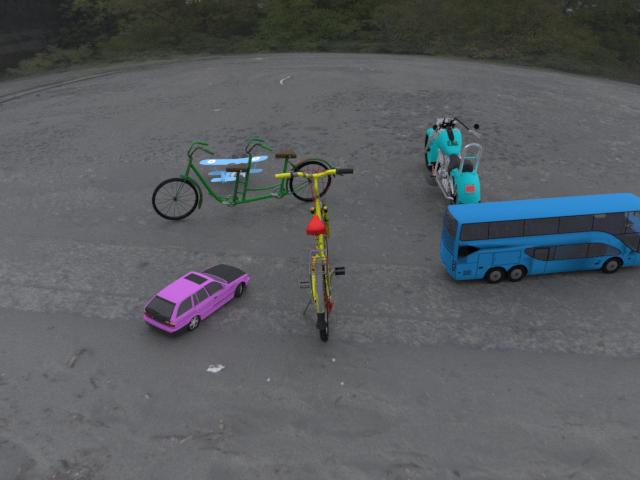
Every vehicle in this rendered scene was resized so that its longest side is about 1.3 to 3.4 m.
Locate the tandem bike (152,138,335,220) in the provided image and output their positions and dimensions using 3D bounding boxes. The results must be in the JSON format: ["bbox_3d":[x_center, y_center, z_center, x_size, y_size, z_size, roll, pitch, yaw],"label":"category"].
[{"bbox_3d":[-1.246,-1.090,11.806,3.192,1.326,0.550,-9,30,-16],"label":"tandem bike"}]

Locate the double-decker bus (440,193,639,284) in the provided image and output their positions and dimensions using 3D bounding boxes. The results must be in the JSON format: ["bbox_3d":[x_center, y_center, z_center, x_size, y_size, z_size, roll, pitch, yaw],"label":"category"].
[{"bbox_3d":[3.396,-0.051,10.224,3.251,1.052,0.756,-4,29,-8],"label":"double-decker bus"}]

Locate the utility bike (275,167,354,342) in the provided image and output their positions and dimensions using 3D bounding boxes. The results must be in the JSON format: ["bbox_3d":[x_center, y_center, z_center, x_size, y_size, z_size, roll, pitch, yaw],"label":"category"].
[{"bbox_3d":[-0.075,0.037,9.259,1.039,1.839,2.791,0,29,0],"label":"utility bike"}]

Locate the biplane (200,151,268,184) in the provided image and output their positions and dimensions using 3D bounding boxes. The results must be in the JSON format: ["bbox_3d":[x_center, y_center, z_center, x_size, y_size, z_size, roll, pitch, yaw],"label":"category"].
[{"bbox_3d":[-1.655,-1.291,13.009,1.336,0.504,1.090,6,30,11],"label":"biplane"}]

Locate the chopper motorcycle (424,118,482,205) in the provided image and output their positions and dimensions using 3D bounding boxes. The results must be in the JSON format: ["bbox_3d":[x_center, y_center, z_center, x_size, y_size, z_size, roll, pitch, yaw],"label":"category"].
[{"bbox_3d":[2.301,-1.513,12.407,0.906,1.480,3.040,-2,29,-3],"label":"chopper motorcycle"}]

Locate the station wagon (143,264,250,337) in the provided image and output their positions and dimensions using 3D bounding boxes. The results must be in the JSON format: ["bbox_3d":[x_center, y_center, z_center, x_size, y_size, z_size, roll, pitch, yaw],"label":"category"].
[{"bbox_3d":[-1.634,0.704,9.464,0.682,0.473,1.597,18,34,29],"label":"station wagon"}]
